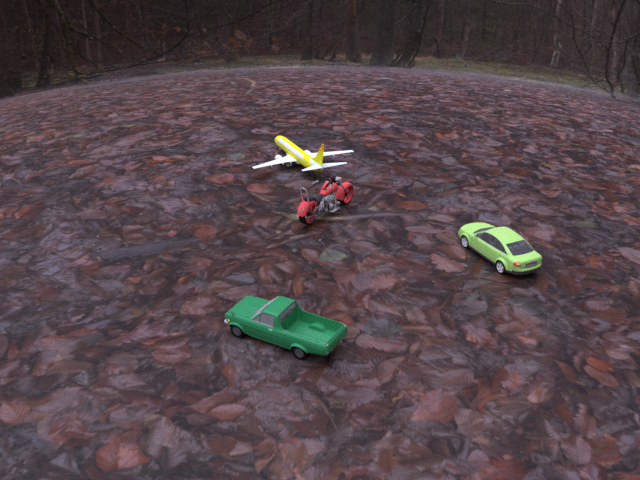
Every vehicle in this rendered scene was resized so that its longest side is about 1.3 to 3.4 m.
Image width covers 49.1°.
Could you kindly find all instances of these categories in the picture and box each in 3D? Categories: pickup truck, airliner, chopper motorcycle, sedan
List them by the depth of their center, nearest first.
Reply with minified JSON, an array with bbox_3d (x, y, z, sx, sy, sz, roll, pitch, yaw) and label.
[{"bbox_3d":[-0.459,1.071,9.093,1.603,0.511,0.640,15,31,26],"label":"pickup truck"},{"bbox_3d":[2.821,0.050,11.086,0.635,0.483,1.613,-12,30,-22],"label":"sedan"},{"bbox_3d":[0.126,-0.801,12.420,0.466,0.761,1.563,18,33,31],"label":"chopper motorcycle"},{"bbox_3d":[-0.443,-1.947,14.542,2.257,0.835,2.541,-12,30,-22],"label":"airliner"}]
